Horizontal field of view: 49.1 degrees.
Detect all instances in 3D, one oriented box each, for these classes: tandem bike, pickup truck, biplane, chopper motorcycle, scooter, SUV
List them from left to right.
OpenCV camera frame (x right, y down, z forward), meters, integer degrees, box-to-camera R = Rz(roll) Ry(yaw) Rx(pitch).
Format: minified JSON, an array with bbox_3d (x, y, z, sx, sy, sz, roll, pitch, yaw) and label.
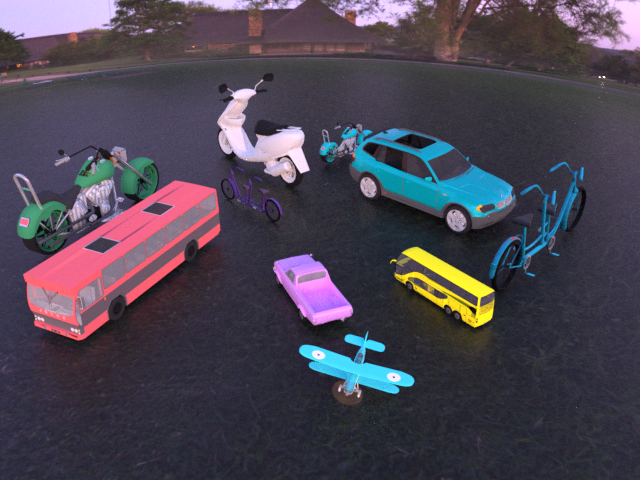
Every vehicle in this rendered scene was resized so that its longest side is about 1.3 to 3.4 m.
[{"bbox_3d":[-3.705,-0.885,11.441,0.906,1.480,3.040,13,32,23],"label":"chopper motorcycle"},{"bbox_3d":[-1.219,-0.821,12.149,0.283,0.682,1.642,-26,38,-38],"label":"tandem bike"},{"bbox_3d":[-1.177,-2.140,13.394,1.288,1.786,2.721,-24,37,-36],"label":"scooter"},{"bbox_3d":[-0.128,0.632,9.697,0.640,0.511,1.603,-12,31,-20],"label":"pickup truck"},{"bbox_3d":[0.567,-2.067,14.321,0.466,0.761,1.563,24,37,37],"label":"chopper motorcycle"},{"bbox_3d":[0.454,1.475,8.179,1.336,0.504,1.090,7,30,13],"label":"biplane"},{"bbox_3d":[1.923,-1.137,12.259,3.058,1.128,1.276,25,37,37],"label":"SUV"},{"bbox_3d":[3.373,-0.292,10.526,0.550,1.326,3.192,23,36,35],"label":"tandem bike"}]

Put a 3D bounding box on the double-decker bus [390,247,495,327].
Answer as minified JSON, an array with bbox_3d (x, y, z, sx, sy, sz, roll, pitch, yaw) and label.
[{"bbox_3d":[1.676,0.608,9.709,0.389,0.541,1.672,-20,35,-32],"label":"double-decker bus"}]

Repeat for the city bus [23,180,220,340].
[{"bbox_3d":[-2.673,0.198,10.086,0.926,0.894,3.255,13,32,22],"label":"city bus"}]
